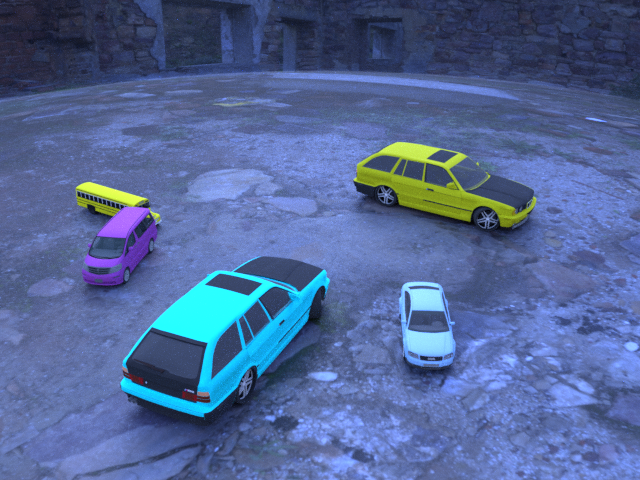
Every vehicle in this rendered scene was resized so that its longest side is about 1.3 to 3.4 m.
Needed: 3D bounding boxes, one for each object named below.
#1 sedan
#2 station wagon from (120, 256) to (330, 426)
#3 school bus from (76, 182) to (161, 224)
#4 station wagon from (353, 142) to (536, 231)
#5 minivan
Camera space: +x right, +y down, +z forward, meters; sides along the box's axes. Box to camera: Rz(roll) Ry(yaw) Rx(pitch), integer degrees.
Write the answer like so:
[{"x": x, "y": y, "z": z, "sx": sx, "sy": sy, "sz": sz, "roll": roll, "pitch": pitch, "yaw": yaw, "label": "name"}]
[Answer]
[{"x": 1.291, "y": 0.966, "z": 8.515, "sx": 0.635, "sy": 0.483, "sz": 1.613, "roll": 1, "pitch": 26, "yaw": 3, "label": "sedan"}, {"x": -0.950, "y": 0.873, "z": 8.208, "sx": 1.327, "sy": 0.920, "sz": 3.105, "roll": 12, "pitch": 28, "yaw": 22, "label": "station wagon"}, {"x": -3.374, "y": -0.577, "z": 11.716, "sx": 1.708, "sy": 0.434, "sz": 0.365, "roll": 16, "pitch": 30, "yaw": 29, "label": "school bus"}, {"x": 2.138, "y": -1.007, "z": 12.041, "sx": 3.105, "sy": 0.920, "sz": 1.327, "roll": 17, "pitch": 31, "yaw": 30, "label": "station wagon"}, {"x": -2.902, "y": 0.077, "z": 10.176, "sx": 0.681, "sy": 0.616, "sz": 1.548, "roll": 4, "pitch": 26, "yaw": 8, "label": "minivan"}]
